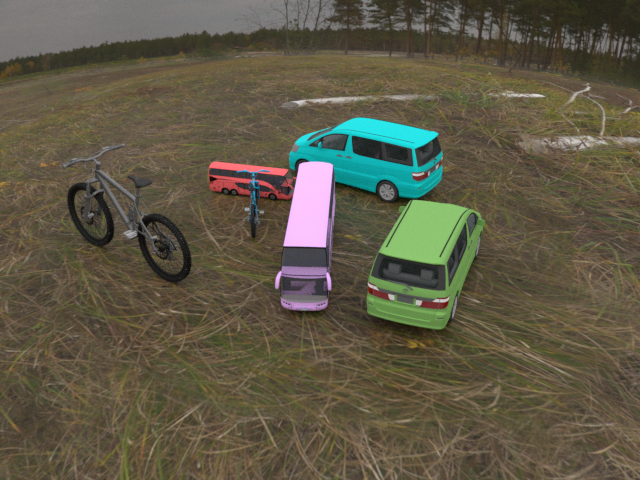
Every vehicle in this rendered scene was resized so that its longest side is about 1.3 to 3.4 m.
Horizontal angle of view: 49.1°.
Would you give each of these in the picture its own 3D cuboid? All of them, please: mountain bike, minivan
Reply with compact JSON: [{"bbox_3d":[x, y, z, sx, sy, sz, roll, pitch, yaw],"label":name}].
[{"bbox_3d":[-1.132,-0.682,12.009,0.573,0.868,1.469,-1,29,-2],"label":"mountain bike"},{"bbox_3d":[1.635,0.101,10.275,1.324,1.197,3.011,11,31,18],"label":"minivan"},{"bbox_3d":[-3.003,-0.407,10.679,2.857,1.688,1.114,21,35,32],"label":"mountain bike"},{"bbox_3d":[0.820,-1.668,13.430,3.011,1.197,1.324,18,34,28],"label":"minivan"}]

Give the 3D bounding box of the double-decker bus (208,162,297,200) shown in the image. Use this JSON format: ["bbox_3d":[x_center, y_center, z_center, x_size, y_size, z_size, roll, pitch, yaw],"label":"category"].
[{"bbox_3d":[-1.257,-1.101,13.089,1.672,0.541,0.389,7,30,13],"label":"double-decker bus"}]

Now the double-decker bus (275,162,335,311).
[{"bbox_3d":[-0.142,-0.121,10.820,0.756,1.052,3.251,1,29,3],"label":"double-decker bus"}]
